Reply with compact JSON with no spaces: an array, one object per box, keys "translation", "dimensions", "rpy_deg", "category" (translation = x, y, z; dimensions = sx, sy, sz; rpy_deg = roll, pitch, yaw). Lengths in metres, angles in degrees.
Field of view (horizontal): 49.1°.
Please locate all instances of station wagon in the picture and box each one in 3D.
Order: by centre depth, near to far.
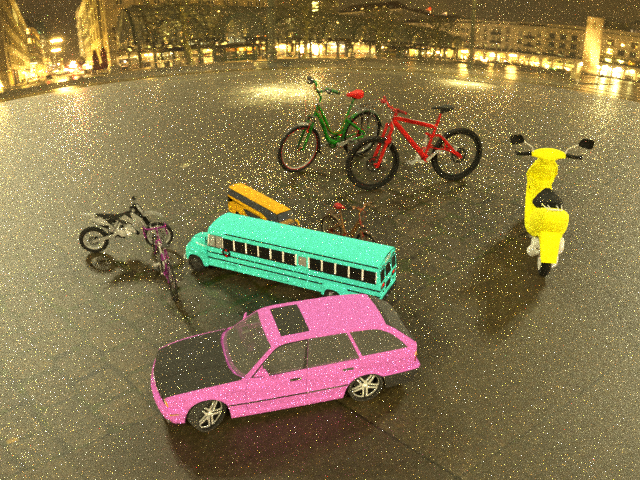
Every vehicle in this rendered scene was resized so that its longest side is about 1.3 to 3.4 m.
[{"translation":[-0.422,1.319,8.238],"dimensions":[3.105,0.920,1.327],"rpy_deg":[-8,28,-14],"category":"station wagon"}]

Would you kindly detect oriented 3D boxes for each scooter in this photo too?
[{"translation":[3.605,-0.692,11.183],"dimensions":[1.288,1.786,2.721],"rpy_deg":[5,28,10],"category":"scooter"}]

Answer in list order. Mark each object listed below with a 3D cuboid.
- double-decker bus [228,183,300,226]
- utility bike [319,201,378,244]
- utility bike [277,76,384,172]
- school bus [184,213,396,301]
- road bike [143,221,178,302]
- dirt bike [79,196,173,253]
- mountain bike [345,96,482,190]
[{"translation":[-1.018,-0.483,12.135],"dimensions":[0.389,0.541,1.672],"rpy_deg":[-21,34,-35],"category":"double-decker bus"},{"translation":[0.490,-0.214,11.174],"dimensions":[0.535,0.946,1.435],"rpy_deg":[-21,34,-34],"category":"utility bike"},{"translation":[0.338,-2.407,14.443],"dimensions":[2.791,1.839,1.039],"rpy_deg":[-19,33,-32],"category":"utility bike"},{"translation":[-0.533,0.242,10.404],"dimensions":[3.322,0.844,0.709],"rpy_deg":[12,30,22],"category":"school bus"},{"translation":[-2.307,0.283,10.317],"dimensions":[0.358,0.852,1.545],"rpy_deg":[-12,30,-21],"category":"road bike"},{"translation":[-3.137,-0.215,11.274],"dimensions":[1.493,0.857,0.527],"rpy_deg":[-4,28,-7],"category":"dirt bike"},{"translation":[1.862,-1.853,13.535],"dimensions":[2.857,1.688,1.114],"rpy_deg":[-8,28,-14],"category":"mountain bike"}]
